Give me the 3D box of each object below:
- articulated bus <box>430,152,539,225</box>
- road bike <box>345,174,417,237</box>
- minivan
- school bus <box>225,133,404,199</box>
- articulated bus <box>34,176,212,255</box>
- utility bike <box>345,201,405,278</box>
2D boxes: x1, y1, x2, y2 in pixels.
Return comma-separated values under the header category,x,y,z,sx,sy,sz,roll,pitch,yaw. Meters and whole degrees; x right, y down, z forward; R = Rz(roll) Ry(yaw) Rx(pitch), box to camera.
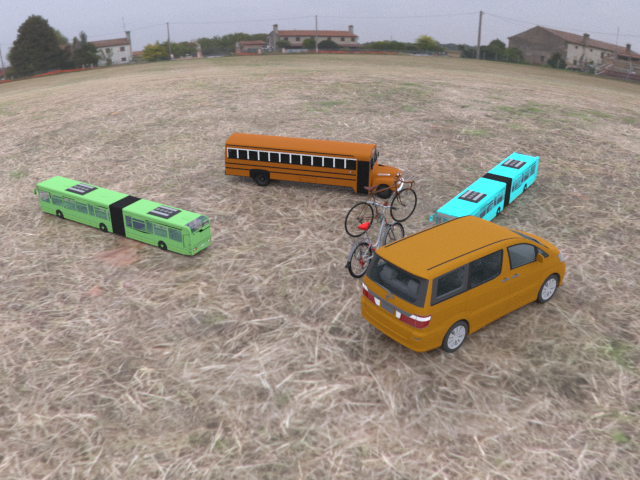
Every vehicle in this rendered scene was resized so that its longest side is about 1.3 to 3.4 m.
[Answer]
category,x,y,z,sx,sy,sz,roll,pitch,yaw
articulated bus,2.932,-0.778,12.055,0.605,0.561,3.401,18,32,31
road bike,1.008,-0.563,11.314,1.545,0.852,0.358,-19,32,-32
minivan,1.961,0.387,9.071,3.011,1.197,1.324,-20,33,-33
school bus,-0.107,-1.410,12.983,3.322,0.844,0.709,7,28,13
articulated bus,-3.259,-0.431,11.374,3.401,0.561,0.605,15,31,27
utility bike,0.784,-0.051,10.206,0.535,0.946,1.435,21,34,35
